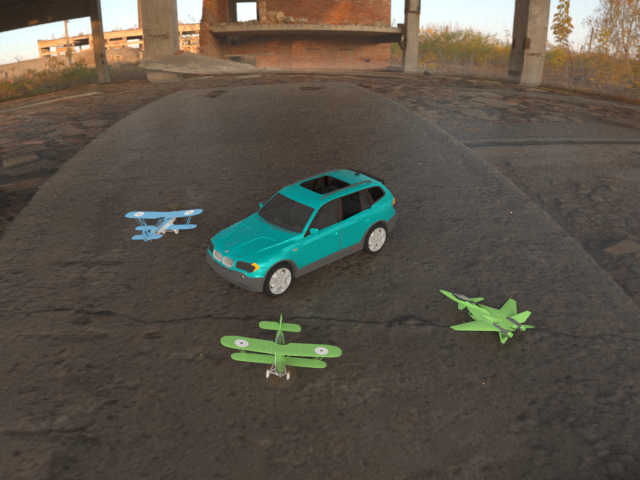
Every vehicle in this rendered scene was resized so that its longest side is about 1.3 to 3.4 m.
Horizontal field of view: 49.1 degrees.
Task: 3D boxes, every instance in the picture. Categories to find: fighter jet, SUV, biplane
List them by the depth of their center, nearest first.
[{"bbox_3d":[-0.431,1.234,7.963,1.336,0.504,1.090,-1,26,-3],"label":"biplane"},{"bbox_3d":[2.034,0.843,9.007,1.147,0.286,1.358,-18,32,-33],"label":"fighter jet"},{"bbox_3d":[-0.200,-0.225,10.225,3.058,1.128,1.276,-22,34,-37],"label":"SUV"},{"bbox_3d":[-2.505,-0.223,10.929,1.336,0.504,1.090,7,27,14],"label":"biplane"}]
